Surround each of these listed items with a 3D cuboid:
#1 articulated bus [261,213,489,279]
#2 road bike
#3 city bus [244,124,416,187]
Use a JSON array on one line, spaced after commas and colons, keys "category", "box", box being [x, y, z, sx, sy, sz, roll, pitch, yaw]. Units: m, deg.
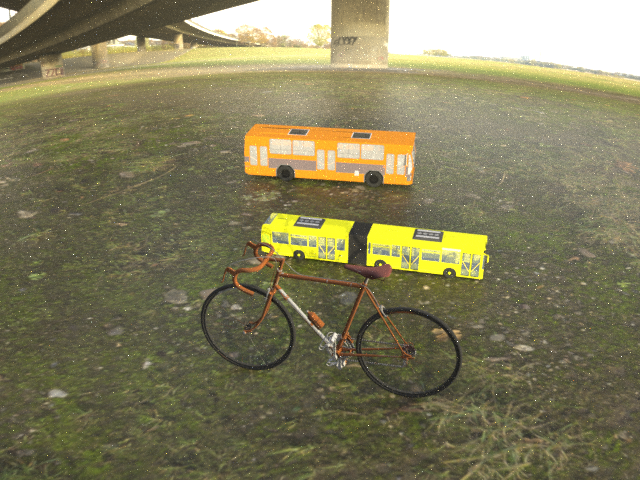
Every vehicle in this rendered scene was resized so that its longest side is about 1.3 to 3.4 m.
[{"category": "articulated bus", "box": [0.801, 0.076, 10.547, 3.401, 0.561, 0.605, 7, 27, 13]}, {"category": "road bike", "box": [0.062, 0.894, 7.674, 3.004, 1.656, 0.697, 7, 27, 14]}, {"category": "city bus", "box": [0.205, -1.636, 13.614, 3.255, 0.894, 0.926, 5, 27, 9]}]
